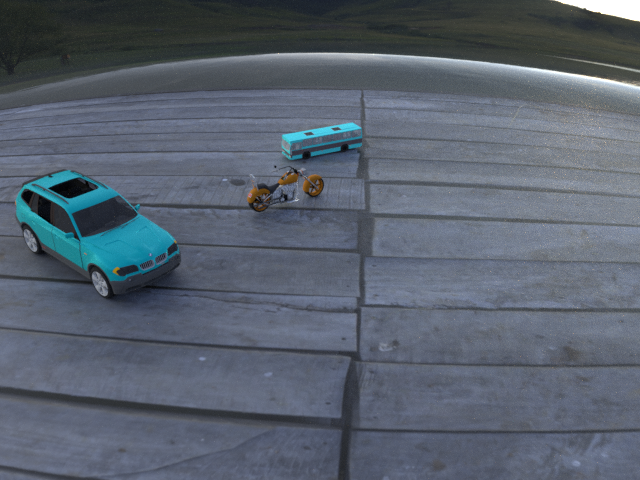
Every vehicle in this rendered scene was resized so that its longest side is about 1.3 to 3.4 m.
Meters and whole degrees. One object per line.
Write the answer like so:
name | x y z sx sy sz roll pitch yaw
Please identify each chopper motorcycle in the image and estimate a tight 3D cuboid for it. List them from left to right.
chopper motorcycle | -0.589 -0.974 12.332 1.563 0.761 0.466 -20 35 -31

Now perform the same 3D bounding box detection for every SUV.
SUV | -3.435 -0.206 10.594 3.058 1.128 1.276 23 37 35

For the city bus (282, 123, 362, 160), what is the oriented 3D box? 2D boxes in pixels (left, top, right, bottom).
city bus | 0.048 -2.035 14.525 1.674 0.460 0.476 -14 32 -23
